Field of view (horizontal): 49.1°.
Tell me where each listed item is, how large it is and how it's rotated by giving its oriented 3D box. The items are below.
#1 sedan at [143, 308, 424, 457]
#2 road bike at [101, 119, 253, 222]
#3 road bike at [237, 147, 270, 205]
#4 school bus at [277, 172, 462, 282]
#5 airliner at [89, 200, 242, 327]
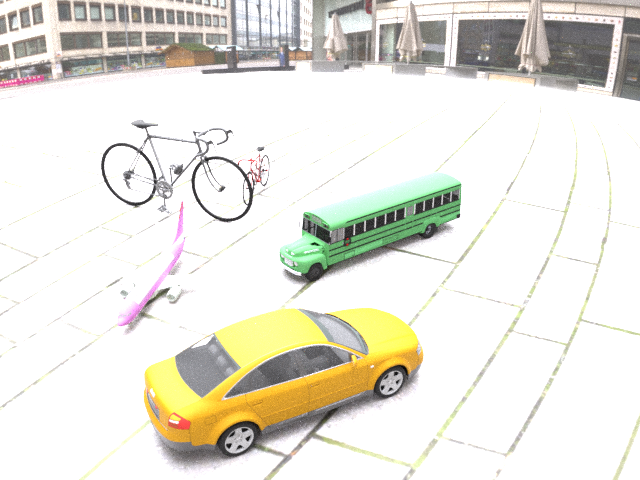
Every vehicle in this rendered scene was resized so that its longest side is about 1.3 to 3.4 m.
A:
[{"bbox_3d":[-0.301,1.285,7.483,3.137,0.940,1.235,-14,29,-26],"label":"sedan"},{"bbox_3d":[-2.483,-1.212,11.797,3.004,1.656,0.697,10,28,20],"label":"road bike"},{"bbox_3d":[-1.155,-1.225,12.743,0.358,0.852,1.545,6,27,12],"label":"road bike"},{"bbox_3d":[0.817,-0.270,10.788,3.322,0.844,0.709,-19,32,-34],"label":"school bus"},{"bbox_3d":[-2.260,0.295,9.638,2.257,0.835,2.541,4,26,9],"label":"airliner"}]
